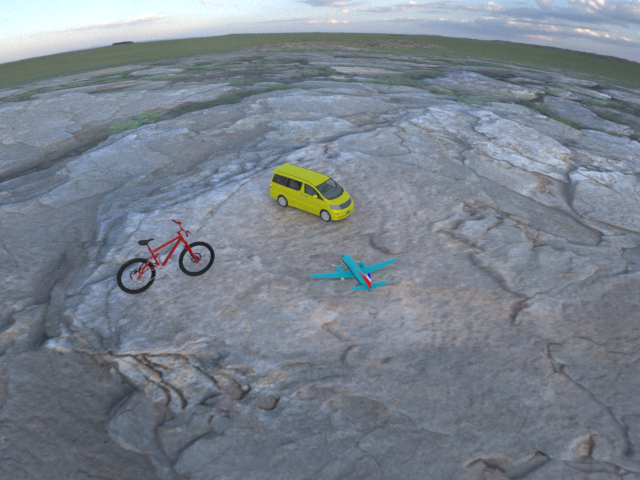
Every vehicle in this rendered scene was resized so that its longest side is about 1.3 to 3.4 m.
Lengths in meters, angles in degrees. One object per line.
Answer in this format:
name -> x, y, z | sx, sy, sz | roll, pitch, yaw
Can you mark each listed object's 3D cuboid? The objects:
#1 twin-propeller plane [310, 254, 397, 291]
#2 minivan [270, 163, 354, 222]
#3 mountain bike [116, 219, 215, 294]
twin-propeller plane -> 0.534, 0.425, 10.179 | 1.370, 0.407, 1.095 | -10, 31, -17
minivan -> -0.143, -0.839, 12.193 | 1.548, 0.616, 0.681 | 20, 35, 31
mountain bike -> -2.198, 0.260, 10.002 | 1.469, 0.868, 0.573 | -17, 34, -27
